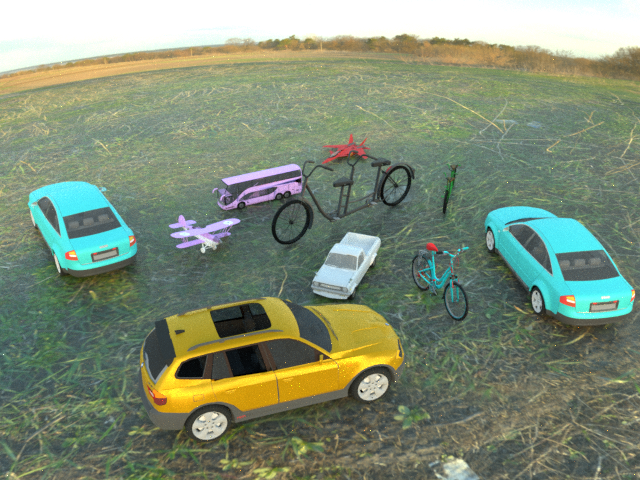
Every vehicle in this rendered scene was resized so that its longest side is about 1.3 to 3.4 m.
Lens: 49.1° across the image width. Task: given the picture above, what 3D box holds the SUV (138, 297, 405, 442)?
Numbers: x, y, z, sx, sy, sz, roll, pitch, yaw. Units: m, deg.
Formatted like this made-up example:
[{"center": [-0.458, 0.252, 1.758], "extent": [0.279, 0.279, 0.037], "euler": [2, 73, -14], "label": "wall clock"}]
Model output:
[{"center": [-0.530, 1.281, 8.017], "extent": [3.058, 1.128, 1.276], "euler": [-9, 30, -17], "label": "SUV"}]

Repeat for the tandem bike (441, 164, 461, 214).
[{"center": [2.399, -1.067, 12.858], "extent": [0.283, 0.682, 1.642], "euler": [8, 29, 14], "label": "tandem bike"}]

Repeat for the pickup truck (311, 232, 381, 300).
[{"center": [0.417, 0.317, 10.463], "extent": [0.640, 0.511, 1.603], "euler": [10, 30, 18], "label": "pickup truck"}]

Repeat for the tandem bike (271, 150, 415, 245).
[{"center": [0.481, -0.876, 11.822], "extent": [3.192, 1.326, 0.550], "euler": [-21, 35, -34], "label": "tandem bike"}]

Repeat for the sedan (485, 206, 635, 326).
[{"center": [3.406, 0.156, 10.309], "extent": [1.235, 0.940, 3.137], "euler": [-4, 29, -8], "label": "sedan"}]

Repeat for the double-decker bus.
[{"center": [-1.118, -0.964, 12.815], "extent": [1.672, 0.541, 0.389], "euler": [-15, 32, -26], "label": "double-decker bus"}]

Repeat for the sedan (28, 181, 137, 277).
[{"center": [-3.915, -0.383, 11.313], "extent": [1.235, 0.940, 3.137], "euler": [-16, 32, -28], "label": "sedan"}]

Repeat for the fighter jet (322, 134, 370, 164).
[{"center": [0.458, -1.896, 14.818], "extent": [1.147, 0.286, 1.358], "euler": [20, 34, 33], "label": "fighter jet"}]

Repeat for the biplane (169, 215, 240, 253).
[{"center": [-1.921, -0.119, 11.282], "extent": [1.090, 0.504, 1.336], "euler": [23, 36, 36], "label": "biplane"}]

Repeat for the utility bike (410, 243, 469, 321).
[{"center": [1.702, 0.450, 9.757], "extent": [0.535, 0.946, 1.435], "euler": [-12, 31, -22], "label": "utility bike"}]
